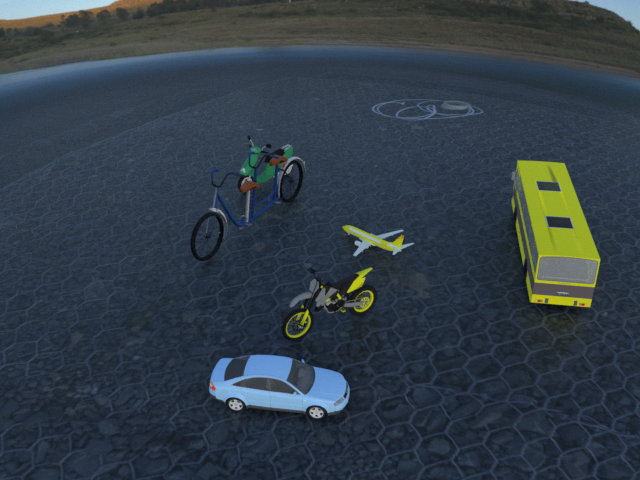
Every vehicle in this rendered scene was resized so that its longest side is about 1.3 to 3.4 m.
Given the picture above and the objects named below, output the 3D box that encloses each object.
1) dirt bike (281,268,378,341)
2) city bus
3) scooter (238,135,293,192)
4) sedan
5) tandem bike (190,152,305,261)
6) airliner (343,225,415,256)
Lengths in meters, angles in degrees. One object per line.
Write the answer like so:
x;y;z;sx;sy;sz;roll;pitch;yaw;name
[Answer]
0.149;0.788;9.126;1.493;0.857;0.527;-18;34;-28;dirt bike
3.524;-0.171;10.777;0.926;0.894;3.255;4;30;8;city bus
-0.997;-1.477;13.054;1.399;0.919;0.662;-26;39;-38;scooter
-0.464;1.627;8.026;1.613;0.483;0.635;4;30;7;sedan
-1.093;-0.795;11.441;0.550;1.326;3.192;16;33;26;tandem bike
0.833;-0.094;11.114;1.161;0.429;1.307;-26;39;-38;airliner
